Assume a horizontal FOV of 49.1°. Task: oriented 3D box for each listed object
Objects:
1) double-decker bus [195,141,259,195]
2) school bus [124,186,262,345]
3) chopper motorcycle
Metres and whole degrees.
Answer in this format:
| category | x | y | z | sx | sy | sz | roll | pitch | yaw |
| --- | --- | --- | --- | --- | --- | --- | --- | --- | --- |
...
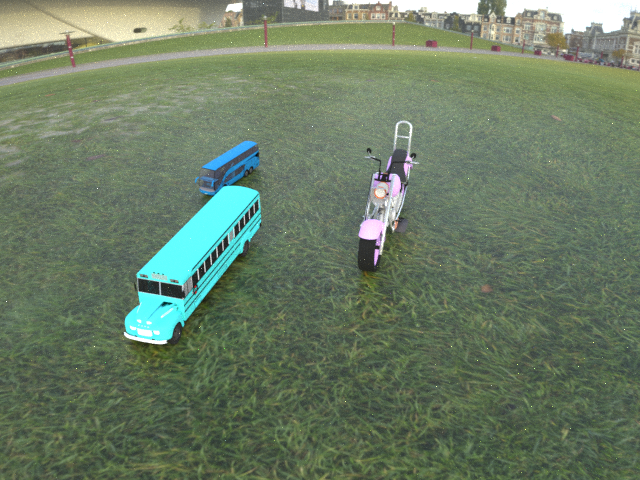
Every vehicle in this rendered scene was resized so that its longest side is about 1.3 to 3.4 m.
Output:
| category | x | y | z | sx | sy | sz | roll | pitch | yaw |
| --- | --- | --- | --- | --- | --- | --- | --- | --- | --- |
| double-decker bus | -1.714 | -1.356 | 13.251 | 0.389 | 0.541 | 1.672 | 14 | 32 | 23 |
| school bus | -1.741 | 0.268 | 10.038 | 0.709 | 0.844 | 3.322 | 8 | 30 | 14 |
| chopper motorcycle | 1.071 | -0.762 | 11.228 | 0.906 | 1.480 | 3.040 | 8 | 30 | 14 |
